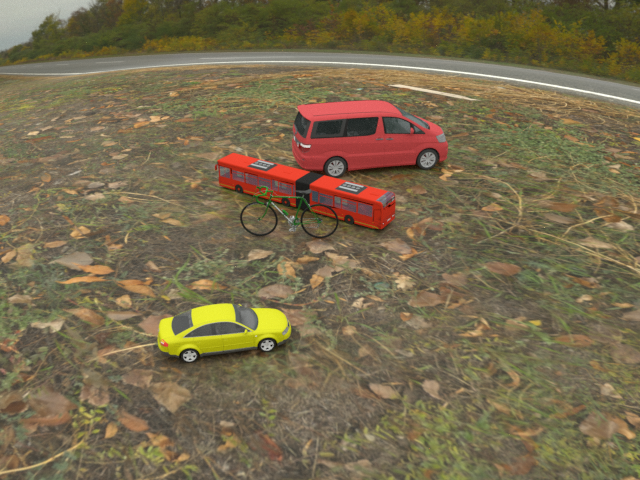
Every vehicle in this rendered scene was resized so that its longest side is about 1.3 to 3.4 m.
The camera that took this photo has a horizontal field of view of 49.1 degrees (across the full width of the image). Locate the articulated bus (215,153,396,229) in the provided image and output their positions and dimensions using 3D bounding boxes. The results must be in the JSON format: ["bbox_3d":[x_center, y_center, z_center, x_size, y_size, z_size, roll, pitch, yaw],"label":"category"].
[{"bbox_3d":[-0.325,-0.875,12.013,3.401,0.561,0.605,17,32,28],"label":"articulated bus"}]

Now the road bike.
[{"bbox_3d":[-0.482,-0.421,10.860,1.545,0.852,0.358,2,28,4],"label":"road bike"}]

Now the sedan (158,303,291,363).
[{"bbox_3d":[-1.155,1.058,8.492,1.613,0.483,0.635,-6,29,-11],"label":"sedan"}]

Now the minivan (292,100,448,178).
[{"bbox_3d":[0.988,-2.026,13.487,3.011,1.197,1.324,-6,29,-12],"label":"minivan"}]
